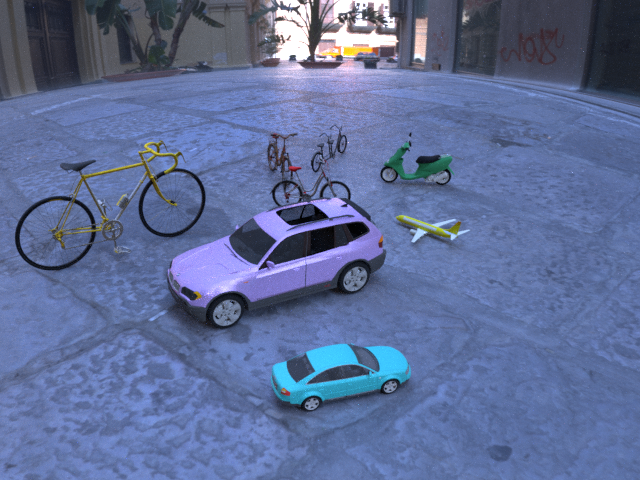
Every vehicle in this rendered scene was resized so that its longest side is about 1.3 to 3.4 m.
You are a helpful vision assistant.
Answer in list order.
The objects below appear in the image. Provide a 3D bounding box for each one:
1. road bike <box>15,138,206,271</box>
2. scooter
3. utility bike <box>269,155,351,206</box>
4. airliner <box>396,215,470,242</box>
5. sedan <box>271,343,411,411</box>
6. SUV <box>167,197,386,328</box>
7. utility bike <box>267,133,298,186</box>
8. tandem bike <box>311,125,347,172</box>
[{"bbox_3d":[-3.086,-0.560,10.560,3.004,1.656,0.696,-18,32,-32],"label":"road bike"},{"bbox_3d":[1.848,-1.492,13.215,1.399,0.919,0.662,3,27,6],"label":"scooter"},{"bbox_3d":[-0.175,-0.992,12.199,1.435,0.946,0.535,1,27,3],"label":"utility bike"},{"bbox_3d":[1.750,-0.286,11.377,1.307,0.429,1.161,24,35,39],"label":"airliner"},{"bbox_3d":[0.250,1.459,7.873,1.613,0.483,0.635,-8,28,-16],"label":"sedan"},{"bbox_3d":[-0.572,0.198,9.648,3.058,1.128,1.276,-13,30,-24],"label":"SUV"},{"bbox_3d":[-0.743,-1.675,13.545,0.535,0.946,1.435,-11,29,-20],"label":"utility bike"},{"bbox_3d":[0.198,-1.904,14.289,0.283,0.682,1.642,13,30,24],"label":"tandem bike"}]
